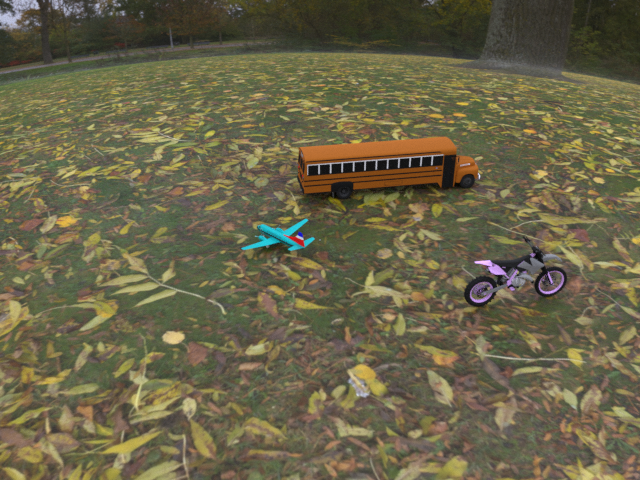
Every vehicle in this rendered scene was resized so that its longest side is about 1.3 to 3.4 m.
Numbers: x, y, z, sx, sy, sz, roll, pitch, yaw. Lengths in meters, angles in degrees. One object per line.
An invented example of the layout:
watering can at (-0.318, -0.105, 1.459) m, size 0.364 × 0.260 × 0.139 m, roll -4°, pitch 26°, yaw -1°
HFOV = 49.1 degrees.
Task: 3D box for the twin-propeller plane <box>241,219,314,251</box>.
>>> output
twin-propeller plane at (-0.618, -0.092, 10.845) m, size 1.095 × 0.407 × 1.370 m, roll 26°, pitch 38°, yaw 38°

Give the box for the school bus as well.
school bus at (1.273, -1.330, 12.624) m, size 3.322 × 0.844 × 0.709 m, roll -5°, pitch 30°, yaw -10°

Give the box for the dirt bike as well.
dirt bike at (2.654, 0.459, 9.391) m, size 1.493 × 0.857 × 0.527 m, roll -6°, pitch 30°, yaw -11°
